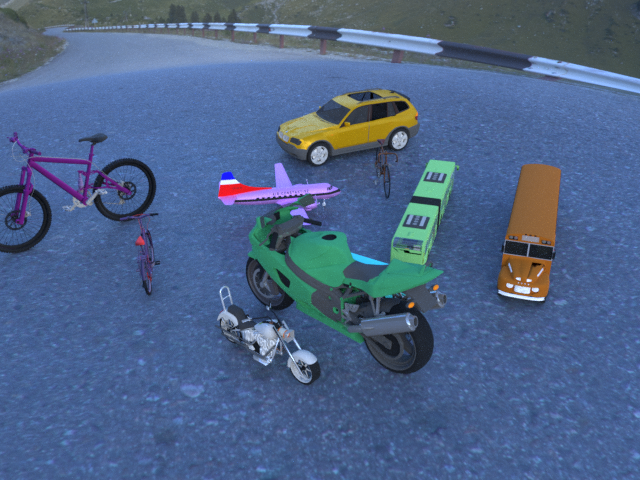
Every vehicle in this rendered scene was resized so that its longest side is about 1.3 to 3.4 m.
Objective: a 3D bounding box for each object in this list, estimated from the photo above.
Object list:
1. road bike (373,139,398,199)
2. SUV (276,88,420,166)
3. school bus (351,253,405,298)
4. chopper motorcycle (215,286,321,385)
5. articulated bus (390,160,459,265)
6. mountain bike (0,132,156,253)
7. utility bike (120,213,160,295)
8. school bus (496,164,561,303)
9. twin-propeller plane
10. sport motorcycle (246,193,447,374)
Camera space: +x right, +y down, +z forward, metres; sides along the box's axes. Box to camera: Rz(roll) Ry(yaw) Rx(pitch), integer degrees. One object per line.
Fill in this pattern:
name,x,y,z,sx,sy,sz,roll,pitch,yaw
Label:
road bike,1.153,-1.367,12.815,0.358,0.852,1.545,-2,28,-4
SUV,0.596,-2.411,14.503,3.058,1.128,1.276,-14,31,-24
school bus,0.518,0.455,9.794,1.708,0.434,0.365,17,32,29
chopper motorcycle,-0.630,1.107,8.200,1.563,0.761,0.466,21,34,35
articulated bus,1.742,-0.486,11.449,0.605,0.561,3.401,8,29,15
mountain bike,-3.907,-0.834,10.900,2.857,1.688,1.114,-20,34,-33
utility bike,-2.502,0.137,9.849,0.535,0.946,1.435,-4,28,-8
school bus,3.202,-0.186,10.573,0.709,0.844,3.322,9,29,17
twin-propeller plane,-0.670,-0.867,11.926,2.129,0.792,2.663,-6,28,-12
sport motorcycle,0.155,0.509,8.441,2.955,1.596,0.983,22,35,35
